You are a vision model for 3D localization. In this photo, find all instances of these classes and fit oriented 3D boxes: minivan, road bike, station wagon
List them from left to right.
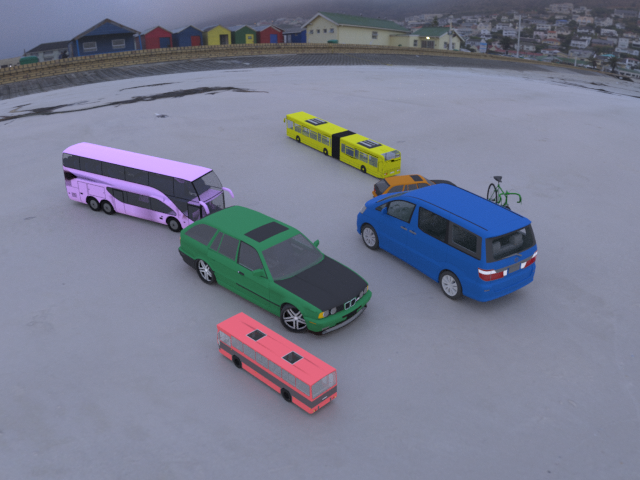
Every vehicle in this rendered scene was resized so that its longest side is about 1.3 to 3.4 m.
[{"bbox_3d":[-0.697,0.299,9.999,3.105,0.920,1.327,24,36,38],"label":"station wagon"},{"bbox_3d":[1.785,-0.925,12.836,1.597,0.473,0.682,-6,28,-12],"label":"station wagon"},{"bbox_3d":[1.802,-0.168,10.597,1.324,1.197,3.011,-18,32,-30],"label":"minivan"},{"bbox_3d":[3.033,-0.591,11.785,0.358,0.852,1.545,-1,28,-2],"label":"road bike"}]

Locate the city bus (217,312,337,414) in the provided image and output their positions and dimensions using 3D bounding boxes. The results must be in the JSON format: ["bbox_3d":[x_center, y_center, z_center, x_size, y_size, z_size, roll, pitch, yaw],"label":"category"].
[{"bbox_3d":[-0.542,1.442,8.301,1.674,0.460,0.476,25,36,39],"label":"city bus"}]

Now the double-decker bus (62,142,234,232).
[{"bbox_3d":[-3.058,-0.911,12.182,3.251,1.052,0.756,14,30,24],"label":"double-decker bus"}]

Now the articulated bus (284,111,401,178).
[{"bbox_3d":[0.404,-2.075,14.952,0.605,0.561,3.401,-19,33,-32],"label":"articulated bus"}]
